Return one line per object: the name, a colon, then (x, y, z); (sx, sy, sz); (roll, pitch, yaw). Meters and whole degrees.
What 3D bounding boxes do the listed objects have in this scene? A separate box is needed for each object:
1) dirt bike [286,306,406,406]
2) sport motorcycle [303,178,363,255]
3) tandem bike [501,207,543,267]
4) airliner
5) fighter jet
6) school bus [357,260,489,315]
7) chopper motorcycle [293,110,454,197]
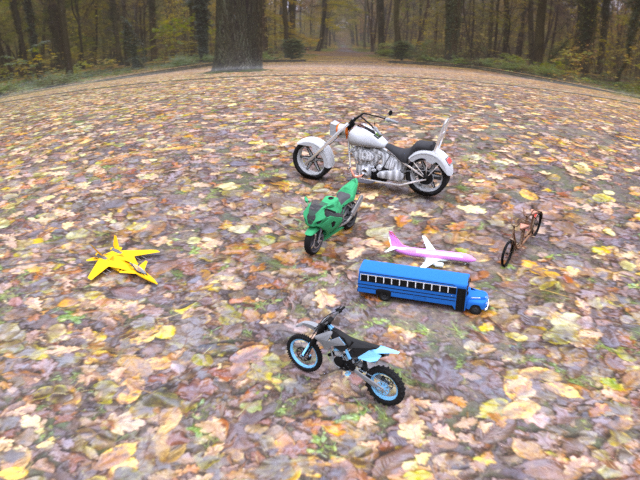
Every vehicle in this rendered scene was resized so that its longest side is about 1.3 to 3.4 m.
dirt bike: (0.248, 1.225, 7.487); (1.493, 0.857, 0.527); (17, 31, 30)
sport motorcycle: (0.184, -0.373, 10.728); (0.506, 0.821, 1.520); (15, 30, 27)
tandem bike: (3.044, -0.153, 10.443); (0.283, 0.682, 1.642); (17, 31, 31)
airliner: (1.616, 0.120, 10.179); (1.307, 0.429, 1.161); (5, 27, 11)
fighter jet: (-2.718, 0.318, 9.941); (1.358, 0.286, 1.147); (23, 34, 38)
school bus: (1.357, 0.606, 9.199); (1.708, 0.434, 0.365); (8, 28, 15)
chopper motorcycle: (0.904, -1.627, 12.501); (3.040, 1.480, 0.906); (12, 29, 23)
